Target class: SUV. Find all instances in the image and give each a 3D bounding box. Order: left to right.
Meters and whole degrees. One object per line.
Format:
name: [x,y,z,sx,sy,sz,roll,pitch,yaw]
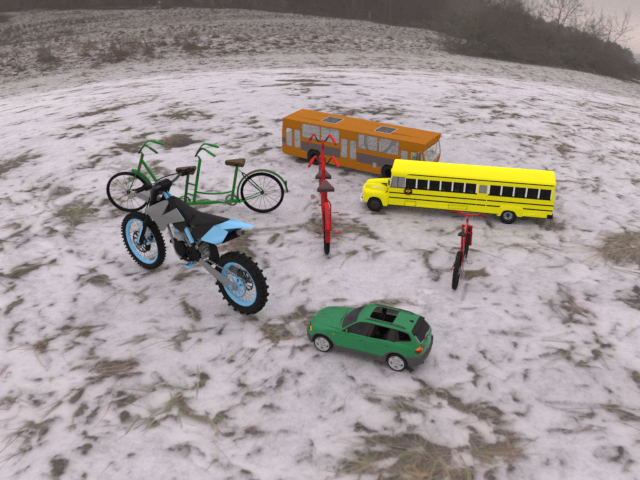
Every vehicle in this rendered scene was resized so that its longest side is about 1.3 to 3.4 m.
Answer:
SUV: [0.616,1.113,8.696,1.572,0.580,0.656,11,29,21]

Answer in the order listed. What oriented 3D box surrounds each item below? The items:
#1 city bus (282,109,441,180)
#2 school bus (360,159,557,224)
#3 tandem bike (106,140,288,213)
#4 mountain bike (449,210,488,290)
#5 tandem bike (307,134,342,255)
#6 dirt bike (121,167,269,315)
city bus: [0.788,-1.913,14.263,3.255,0.894,0.926,15,31,27]
school bus: [2.378,-0.884,12.308,3.322,0.844,0.709,6,28,11]
tandem bike: [-2.151,-1.073,12.149,3.192,1.326,0.550,0,27,0]
mountain bike: [2.117,0.102,10.355,0.573,0.868,1.469,9,28,17]
tandem bike: [0.063,-0.917,11.843,0.550,1.326,3.192,-1,27,-2]
dirt bike: [-1.859,-0.033,9.742,2.903,1.666,1.024,19,33,33]
